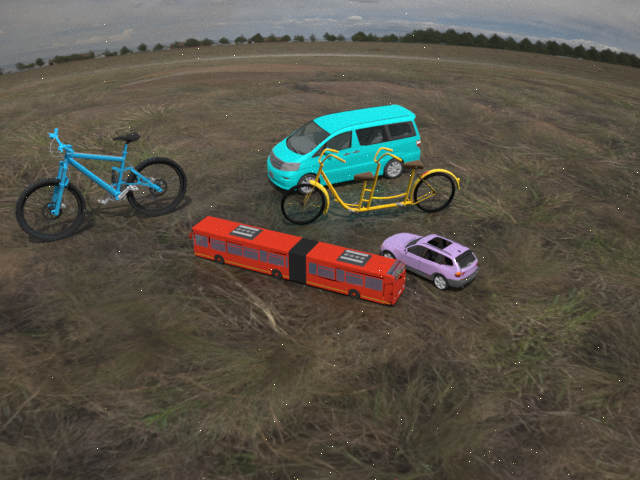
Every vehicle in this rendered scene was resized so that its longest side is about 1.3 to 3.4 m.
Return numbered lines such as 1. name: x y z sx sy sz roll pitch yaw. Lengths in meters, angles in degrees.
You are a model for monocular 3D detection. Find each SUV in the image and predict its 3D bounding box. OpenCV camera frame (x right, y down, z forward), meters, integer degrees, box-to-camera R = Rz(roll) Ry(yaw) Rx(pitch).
1. SUV: 1.640 0.218 10.603 1.572 0.580 0.656 25 38 37

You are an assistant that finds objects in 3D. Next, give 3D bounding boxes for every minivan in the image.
1. minivan: 0.454 -1.803 13.613 3.011 1.197 1.324 -12 31 -21

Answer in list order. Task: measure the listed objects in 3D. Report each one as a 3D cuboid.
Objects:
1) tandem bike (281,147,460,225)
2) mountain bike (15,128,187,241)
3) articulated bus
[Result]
1. tandem bike: 0.900 -0.958 11.956 3.192 1.326 0.550 -6 30 -10
2. mountain bike: -3.595 -0.969 11.604 2.857 1.688 1.114 -16 33 -26
3. articulated bus: -0.402 0.272 10.527 3.401 0.561 0.605 13 32 22
